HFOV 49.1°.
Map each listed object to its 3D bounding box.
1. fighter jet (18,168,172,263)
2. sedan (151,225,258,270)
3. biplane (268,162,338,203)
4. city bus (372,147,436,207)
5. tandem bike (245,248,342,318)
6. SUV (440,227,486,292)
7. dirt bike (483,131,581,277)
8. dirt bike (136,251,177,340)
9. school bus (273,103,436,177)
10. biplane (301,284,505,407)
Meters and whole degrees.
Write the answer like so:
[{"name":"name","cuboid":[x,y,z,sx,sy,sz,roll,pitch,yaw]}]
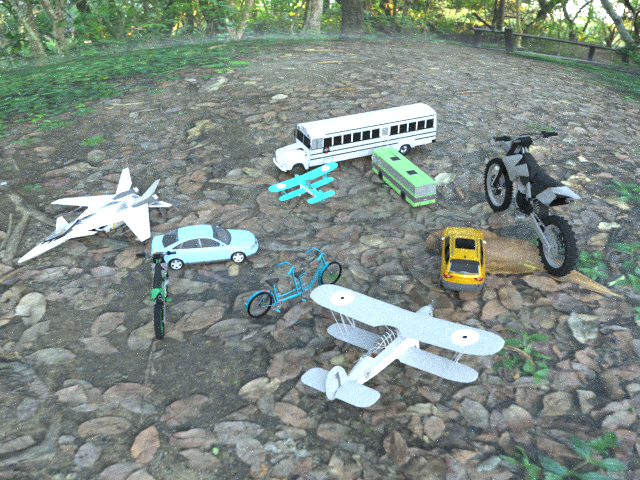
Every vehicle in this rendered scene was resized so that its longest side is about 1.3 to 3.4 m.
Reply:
[{"name":"fighter jet","cuboid":[-3.749,-0.370,11.267,2.229,0.557,2.640,20,36,29]},{"name":"sedan","cuboid":[-1.751,0.052,10.639,1.613,0.483,0.635,-6,32,-10]},{"name":"biplane","cuboid":[-0.208,-0.909,12.213,1.336,0.504,1.090,-16,35,-25]},{"name":"city bus","cuboid":[1.487,-1.140,12.640,0.476,0.460,1.674,-12,33,-19]},{"name":"tandem bike","cuboid":[-0.338,0.563,9.598,1.642,0.682,0.283,-22,37,-31]},{"name":"SUV","cuboid":[2.108,0.194,10.309,0.656,0.580,1.572,5,31,8]},{"name":"dirt bike","cuboid":[3.208,-0.740,10.806,1.024,1.666,2.903,-6,32,-11]},{"name":"dirt bike","cuboid":[-2.145,0.618,9.338,0.527,0.857,1.493,-4,31,-6]},{"name":"school bus","cuboid":[0.698,-1.983,13.666,3.322,0.844,0.709,-13,34,-21]},{"name":"biplane","cuboid":[0.722,1.258,8.155,2.598,0.981,2.120,23,38,33]}]
